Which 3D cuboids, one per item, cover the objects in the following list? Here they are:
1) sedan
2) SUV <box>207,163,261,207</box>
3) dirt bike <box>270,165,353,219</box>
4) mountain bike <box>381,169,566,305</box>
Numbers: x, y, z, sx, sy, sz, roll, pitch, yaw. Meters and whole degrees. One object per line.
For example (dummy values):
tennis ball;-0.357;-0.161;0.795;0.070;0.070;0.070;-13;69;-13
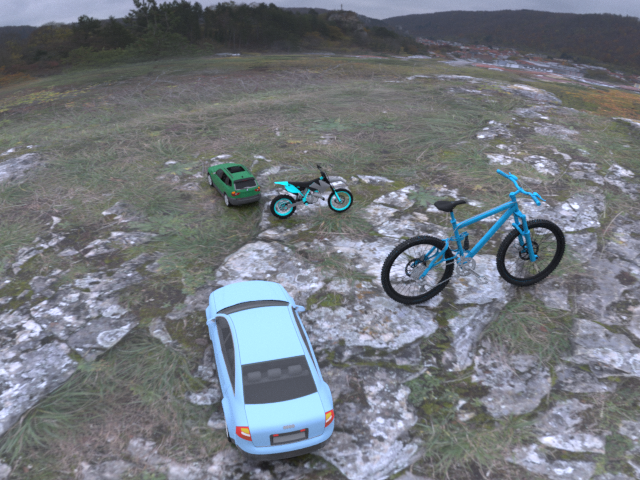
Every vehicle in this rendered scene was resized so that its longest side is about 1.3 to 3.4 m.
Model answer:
sedan;-0.685;1.291;8.393;1.235;0.940;3.137;-7;30;-12
SUV;-1.615;-1.133;13.059;0.656;0.580;1.572;-13;32;-22
dirt bike;-0.140;-0.812;12.206;1.493;0.857;0.527;-6;30;-11
mountain bike;2.220;0.052;9.828;2.857;1.688;1.114;-8;30;-14
